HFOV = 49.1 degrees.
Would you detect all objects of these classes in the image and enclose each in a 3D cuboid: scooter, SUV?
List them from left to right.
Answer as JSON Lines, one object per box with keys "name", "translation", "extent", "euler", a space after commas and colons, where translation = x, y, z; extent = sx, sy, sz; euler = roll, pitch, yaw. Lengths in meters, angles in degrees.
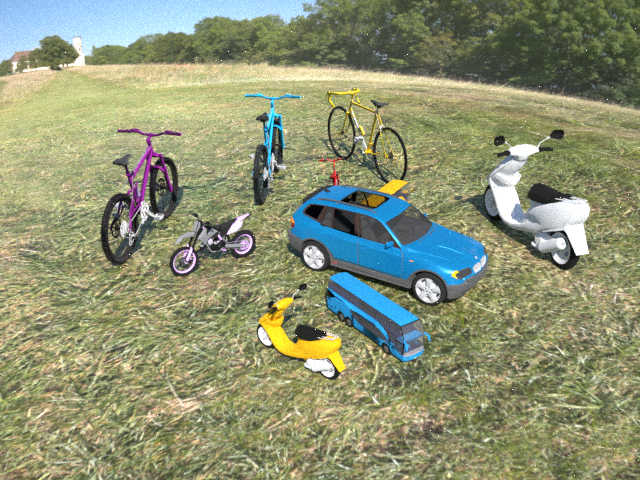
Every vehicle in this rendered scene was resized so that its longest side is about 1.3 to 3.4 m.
{"name": "scooter", "translation": [-0.261, 1.079, 8.339], "extent": [1.399, 0.919, 0.662], "euler": [20, 32, 36]}
{"name": "SUV", "translation": [0.976, -0.038, 10.449], "extent": [3.058, 1.128, 1.276], "euler": [15, 29, 29]}
{"name": "scooter", "translation": [3.423, -0.764, 11.211], "extent": [1.288, 1.786, 2.721], "euler": [-8, 27, -17]}

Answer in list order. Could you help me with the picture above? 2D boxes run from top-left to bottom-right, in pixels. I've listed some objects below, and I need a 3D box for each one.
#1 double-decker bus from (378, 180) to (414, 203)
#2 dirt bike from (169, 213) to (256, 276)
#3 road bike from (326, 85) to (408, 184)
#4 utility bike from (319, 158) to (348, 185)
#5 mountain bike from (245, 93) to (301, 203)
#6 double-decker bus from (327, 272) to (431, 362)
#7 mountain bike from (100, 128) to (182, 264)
{"name": "double-decker bus", "translation": [1.141, -0.611, 12.342], "extent": [0.389, 0.541, 1.672], "euler": [14, 29, 27]}
{"name": "dirt bike", "translation": [-1.620, 0.017, 10.649], "extent": [1.493, 0.857, 0.527], "euler": [-18, 31, -33]}
{"name": "road bike", "translation": [0.920, -2.212, 14.417], "extent": [0.697, 1.656, 3.004], "euler": [-14, 29, -26]}
{"name": "utility bike", "translation": [0.234, -0.981, 12.651], "extent": [0.535, 0.946, 1.435], "euler": [1, 25, 3]}
{"name": "mountain bike", "translation": [-0.988, -1.873, 13.665], "extent": [1.114, 1.688, 2.857], "euler": [3, 25, 6]}
{"name": "double-decker bus", "translation": [0.701, 0.978, 8.992], "extent": [0.389, 0.541, 1.672], "euler": [-17, 30, -31]}
{"name": "mountain bike", "translation": [-2.909, -0.822, 11.450], "extent": [1.114, 1.688, 2.857], "euler": [5, 26, 10]}
